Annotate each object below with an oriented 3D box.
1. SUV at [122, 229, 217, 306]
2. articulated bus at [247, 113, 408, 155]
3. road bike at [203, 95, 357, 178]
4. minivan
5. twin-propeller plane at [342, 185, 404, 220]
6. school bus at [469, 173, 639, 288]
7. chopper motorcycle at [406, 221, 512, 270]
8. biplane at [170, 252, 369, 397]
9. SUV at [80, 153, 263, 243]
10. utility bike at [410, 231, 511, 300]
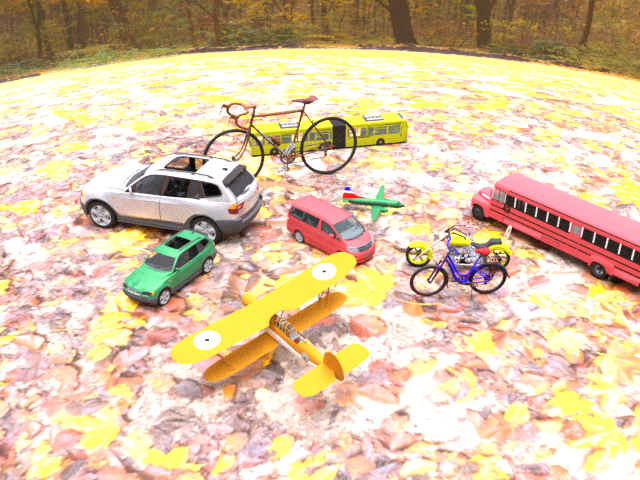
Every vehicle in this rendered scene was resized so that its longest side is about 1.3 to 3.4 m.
[{"bbox_3d":[-2.154,0.356,10.111,0.656,0.580,1.572,16,33,26],"label":"SUV"},{"bbox_3d":[0.155,-2.227,14.665,3.401,0.561,0.605,-7,30,-12],"label":"articulated bus"},{"bbox_3d":[-0.700,-1.842,12.883,3.004,1.656,0.697,-10,31,-17],"label":"road bike"},{"bbox_3d":[0.172,-0.173,11.003,1.548,0.616,0.681,26,39,38],"label":"minivan"},{"bbox_3d":[0.925,-0.700,12.139,1.095,0.407,1.370,5,30,10],"label":"twin-propeller plane"},{"bbox_3d":[3.762,-0.268,10.939,0.709,0.844,3.322,-21,36,-32],"label":"school bus"},{"bbox_3d":[2.071,0.084,10.405,1.563,0.761,0.466,3,30,6],"label":"chopper motorcycle"},{"bbox_3d":[-0.420,1.137,8.334,2.598,0.981,2.120,-21,36,-32],"label":"biplane"},{"bbox_3d":[-2.488,-0.817,11.616,3.058,1.128,1.276,9,31,15],"label":"SUV"},{"bbox_3d":[1.969,0.405,9.654,1.435,0.946,0.535,-2,30,-4],"label":"utility bike"}]
